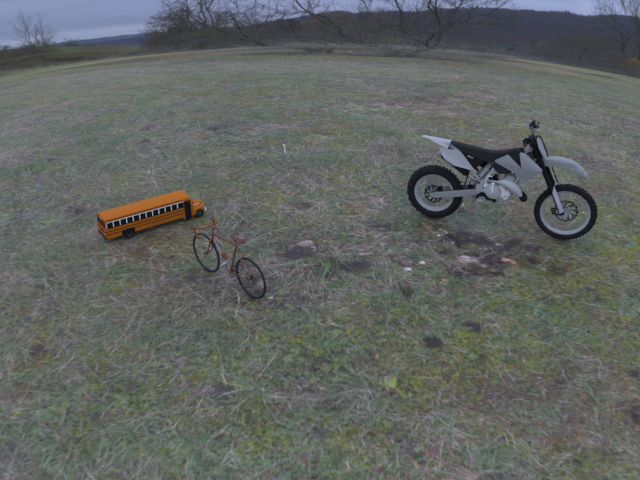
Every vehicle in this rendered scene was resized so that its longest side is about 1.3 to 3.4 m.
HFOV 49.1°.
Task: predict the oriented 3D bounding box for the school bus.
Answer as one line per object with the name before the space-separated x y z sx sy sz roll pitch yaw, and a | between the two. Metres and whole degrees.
school bus | -2.620 -0.420 11.030 1.708 0.434 0.365 -19 35 -30

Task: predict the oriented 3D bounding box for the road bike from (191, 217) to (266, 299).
road bike | -1.254 0.232 9.457 1.545 0.852 0.358 25 38 37

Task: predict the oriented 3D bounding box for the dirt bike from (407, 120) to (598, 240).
dirt bike | 2.763 -0.923 10.667 2.903 1.666 1.024 11 31 19
